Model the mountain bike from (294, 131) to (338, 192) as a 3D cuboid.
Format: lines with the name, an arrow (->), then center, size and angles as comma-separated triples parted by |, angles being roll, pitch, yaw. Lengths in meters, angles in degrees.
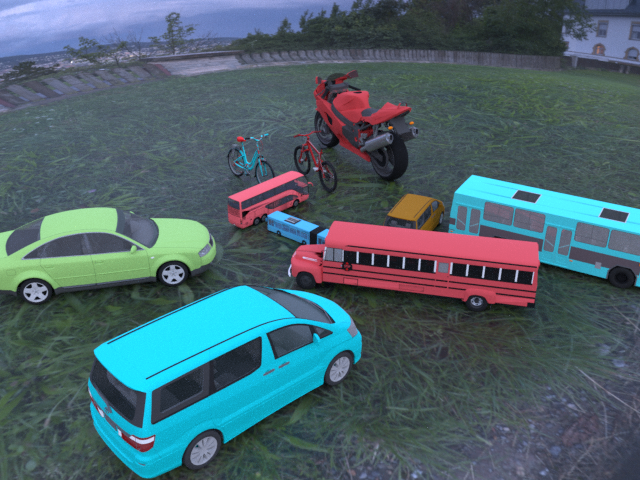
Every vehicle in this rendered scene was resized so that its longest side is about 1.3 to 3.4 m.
mountain bike -> -0.094, -1.449, 12.719 | 0.573, 0.868, 1.469 | -16, 32, -27

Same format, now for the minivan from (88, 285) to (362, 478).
minivan -> -0.872, 1.221, 7.409 | 3.011, 1.197, 1.324 | -24, 36, -37

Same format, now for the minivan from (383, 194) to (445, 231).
minivan -> 1.493, -0.372, 10.984 | 0.681, 0.616, 1.548 | 13, 31, 23

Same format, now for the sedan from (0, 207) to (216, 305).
sedan -> -3.044, 0.087, 9.788 | 3.137, 0.940, 1.235 | -7, 29, -13

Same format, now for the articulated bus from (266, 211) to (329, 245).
articulated bus -> -0.102, -0.065, 10.759 | 1.749, 0.289, 0.311 | 21, 35, 33

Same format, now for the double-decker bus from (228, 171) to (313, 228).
double-decker bus -> -0.820, -0.699, 11.671 | 0.389, 0.541, 1.672 | 23, 36, 36

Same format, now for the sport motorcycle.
sport motorcycle -> 0.737, -2.234, 13.409 | 0.983, 1.596, 2.955 | -17, 33, -29

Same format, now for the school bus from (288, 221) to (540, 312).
school bus -> 1.212, 0.318, 9.461 | 3.322, 0.844, 0.709 | 6, 29, 12

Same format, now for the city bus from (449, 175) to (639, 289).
city bus -> 3.562, -0.095, 10.175 | 3.255, 0.894, 0.926 | 15, 32, 26

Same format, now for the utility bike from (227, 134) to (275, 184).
utility bike -> -1.246, -1.513, 12.756 | 0.535, 0.946, 1.435 | -24, 36, -37
